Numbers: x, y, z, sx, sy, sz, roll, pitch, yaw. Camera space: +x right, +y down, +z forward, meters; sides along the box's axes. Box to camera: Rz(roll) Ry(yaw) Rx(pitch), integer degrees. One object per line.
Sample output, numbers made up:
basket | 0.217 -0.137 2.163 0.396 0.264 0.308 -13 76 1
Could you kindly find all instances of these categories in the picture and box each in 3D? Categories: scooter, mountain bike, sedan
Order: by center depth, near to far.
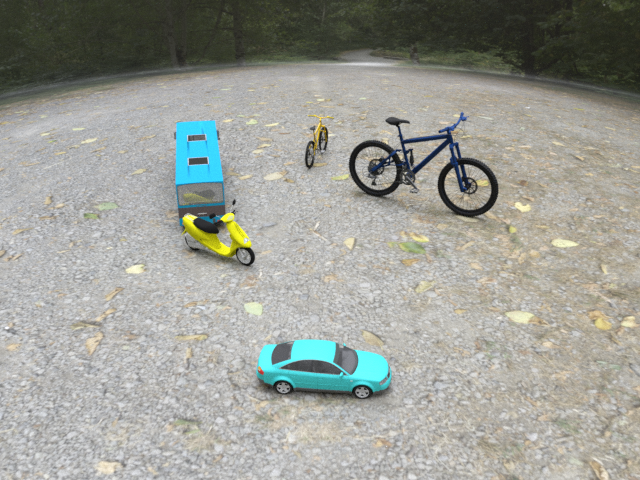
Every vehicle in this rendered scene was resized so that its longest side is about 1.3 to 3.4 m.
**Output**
sedan | 0.048 1.487 8.338 1.613 0.483 0.635 3 28 5
scooter | -1.615 -0.139 10.927 1.399 0.919 0.662 15 31 26
mountain bike | 1.797 -1.383 12.444 2.857 1.688 1.114 15 31 26
mountain bike | -0.059 -2.093 14.649 0.573 0.868 1.469 8 29 15

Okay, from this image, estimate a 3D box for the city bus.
city bus | -2.257 -1.290 13.113 0.926 0.894 3.255 -5 28 -9
